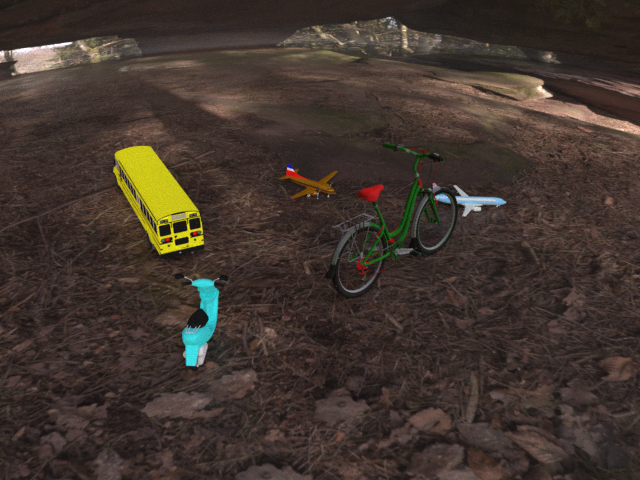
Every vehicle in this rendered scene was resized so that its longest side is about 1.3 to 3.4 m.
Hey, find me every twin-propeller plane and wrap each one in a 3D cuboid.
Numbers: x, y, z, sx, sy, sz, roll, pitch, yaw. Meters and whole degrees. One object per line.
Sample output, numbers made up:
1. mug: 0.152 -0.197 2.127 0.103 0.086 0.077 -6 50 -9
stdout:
1. twin-propeller plane: -0.170 -1.042 12.418 1.095 0.407 1.370 20 35 30

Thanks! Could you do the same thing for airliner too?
1. airliner: 2.525 -0.759 11.905 1.307 0.429 1.161 1 30 2

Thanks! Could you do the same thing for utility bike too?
1. utility bike: 1.019 -0.356 9.799 2.791 1.839 1.039 -25 39 -37

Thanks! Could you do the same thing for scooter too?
1. scooter: -1.447 0.893 8.557 0.662 0.919 1.399 2 30 3

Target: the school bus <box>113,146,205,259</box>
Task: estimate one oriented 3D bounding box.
1. school bus: -2.752 -0.756 11.486 0.709 0.844 3.322 -14 33 -23
